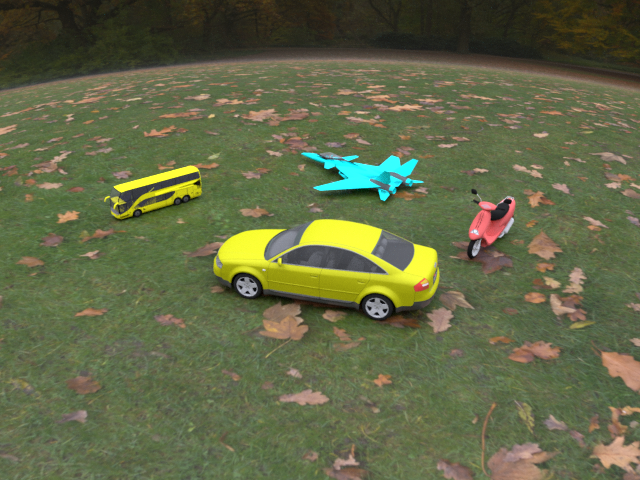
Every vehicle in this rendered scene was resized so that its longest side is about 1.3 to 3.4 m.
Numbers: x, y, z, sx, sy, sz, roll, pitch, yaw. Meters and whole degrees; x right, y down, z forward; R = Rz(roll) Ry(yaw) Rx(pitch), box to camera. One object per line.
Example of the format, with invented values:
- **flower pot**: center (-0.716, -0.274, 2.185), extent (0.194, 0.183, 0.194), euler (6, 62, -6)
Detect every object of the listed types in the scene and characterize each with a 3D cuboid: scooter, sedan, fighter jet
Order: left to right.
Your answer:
- **sedan**: center (0.053, 0.260, 9.552), extent (3.137, 0.940, 1.235), euler (8, 29, 14)
- **fighter jet**: center (0.573, -1.466, 13.234), extent (2.640, 0.557, 2.229), euler (24, 36, 38)
- **scooter**: center (2.640, -0.335, 10.703), extent (0.662, 0.919, 1.399), euler (21, 34, 34)

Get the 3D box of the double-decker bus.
- **double-decker bus**: center (-2.828, -0.810, 12.008), extent (1.672, 0.541, 0.389), euler (-21, 34, -34)
